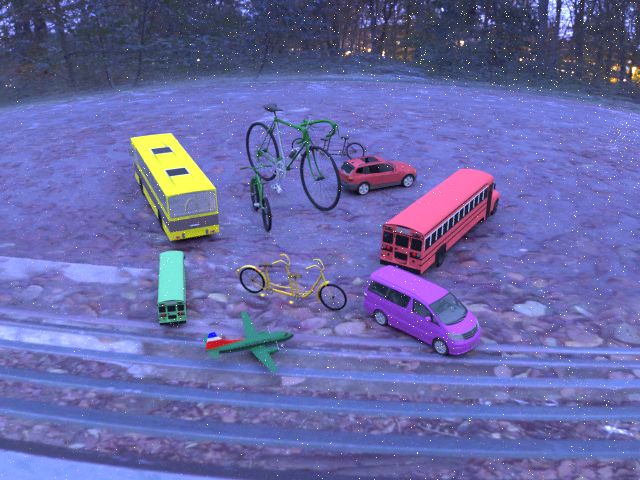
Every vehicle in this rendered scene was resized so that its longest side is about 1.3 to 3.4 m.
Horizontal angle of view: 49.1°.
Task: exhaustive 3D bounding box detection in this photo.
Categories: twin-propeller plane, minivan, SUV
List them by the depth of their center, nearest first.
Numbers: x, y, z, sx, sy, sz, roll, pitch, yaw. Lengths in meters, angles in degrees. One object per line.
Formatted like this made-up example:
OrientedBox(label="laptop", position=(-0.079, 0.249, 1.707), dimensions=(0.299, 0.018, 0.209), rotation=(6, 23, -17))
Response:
OrientedBox(label="twin-propeller plane", position=(-0.831, 1.188, 8.381), dimensions=(1.095, 0.407, 1.370), rotation=(-9, 27, -19))
OrientedBox(label="minivan", position=(1.285, 0.866, 8.813), dimensions=(1.548, 0.616, 0.681), rotation=(23, 34, 39))
OrientedBox(label="SUV", position=(1.097, -1.296, 13.360), dimensions=(1.572, 0.580, 0.656), rotation=(-11, 28, -22))

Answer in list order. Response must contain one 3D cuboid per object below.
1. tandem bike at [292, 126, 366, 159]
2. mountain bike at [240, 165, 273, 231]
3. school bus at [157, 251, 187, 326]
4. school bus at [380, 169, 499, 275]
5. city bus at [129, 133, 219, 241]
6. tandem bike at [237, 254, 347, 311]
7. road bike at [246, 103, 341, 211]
OrientedBox(label="tandem bike", position=(0.179, -2.050, 14.815), dimensions=(1.642, 0.682, 0.283), rotation=(7, 26, 14))
OrientedBox(label="mountain bike", position=(-1.014, -0.756, 11.900), dimensions=(0.573, 0.868, 1.469), rotation=(-7, 27, -15))
OrientedBox(label="school bus", position=(-2.022, 0.593, 9.590), dimensions=(0.365, 0.434, 1.708), rotation=(-5, 26, -9))
OrientedBox(label="school bus", position=(2.044, -0.406, 11.200), dimensions=(0.709, 0.844, 3.322), rotation=(16, 30, 29))
OrientedBox(label="city bus", position=(-2.616, -0.976, 12.329), dimensions=(0.926, 0.894, 3.255), rotation=(-11, 28, -21))
OrientedBox(label="tandem bike", position=(-0.401, 0.529, 9.438), dimensions=(1.642, 0.682, 0.283), rotation=(10, 28, 21))
OrientedBox(label="road bike", position=(-0.559, -1.611, 12.772), dimensions=(0.697, 1.656, 3.004), rotation=(-18, 31, -33))
